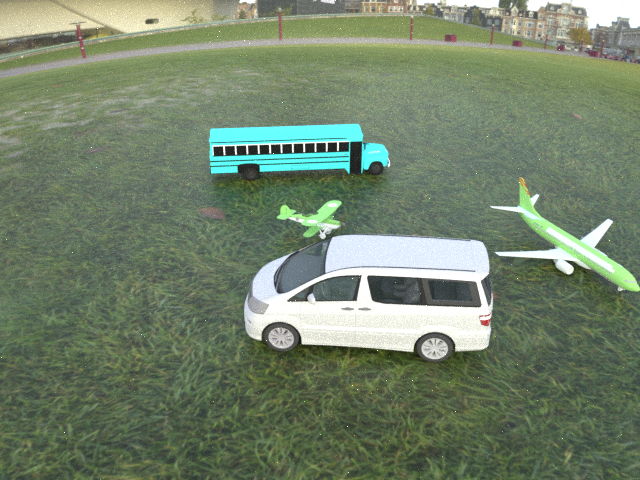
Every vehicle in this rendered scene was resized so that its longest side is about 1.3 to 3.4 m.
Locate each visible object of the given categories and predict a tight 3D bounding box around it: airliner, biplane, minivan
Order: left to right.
[{"bbox_3d":[-0.114,-0.326,10.938,1.090,0.504,1.336,11,31,18],"label":"biplane"},{"bbox_3d":[0.567,0.618,8.570,3.011,1.197,1.324,3,30,6],"label":"minivan"},{"bbox_3d":[3.673,-0.091,10.188,2.257,0.835,2.541,-14,33,-23],"label":"airliner"}]

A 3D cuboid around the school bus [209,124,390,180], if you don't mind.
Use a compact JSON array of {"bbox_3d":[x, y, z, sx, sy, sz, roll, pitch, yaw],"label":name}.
[{"bbox_3d":[-0.362,-1.649,12.929,3.322,0.844,0.709,-3,30,-5],"label":"school bus"}]
